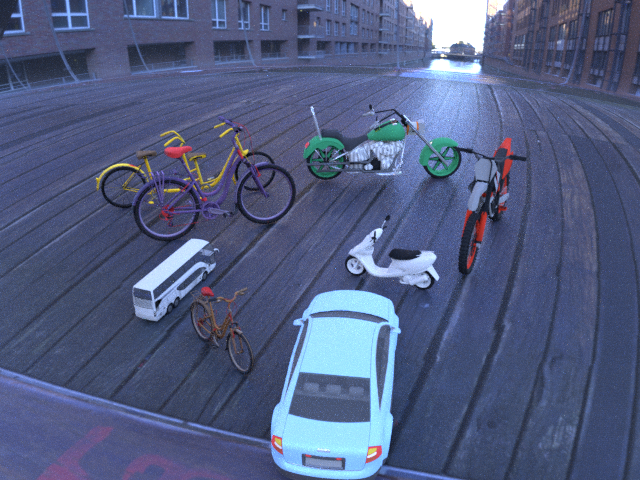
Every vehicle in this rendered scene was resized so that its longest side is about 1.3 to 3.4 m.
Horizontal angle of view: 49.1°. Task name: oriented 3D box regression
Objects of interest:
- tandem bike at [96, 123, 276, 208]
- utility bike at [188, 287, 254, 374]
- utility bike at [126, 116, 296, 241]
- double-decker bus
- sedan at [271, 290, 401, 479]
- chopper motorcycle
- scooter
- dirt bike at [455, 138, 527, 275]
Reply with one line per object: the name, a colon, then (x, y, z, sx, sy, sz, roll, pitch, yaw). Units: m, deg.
tandem bike: (-2.338, -1.326, 12.405, 3.192, 1.326, 0.550, -9, 29, -16)
utility bike: (-1.179, 0.958, 8.428, 0.535, 0.946, 1.435, -21, 34, -34)
utility bike: (-1.744, -1.003, 11.228, 2.791, 1.839, 1.039, -10, 29, -19)
double-decker bus: (-1.979, 0.505, 9.736, 0.389, 0.541, 1.672, 10, 29, 19)
sedan: (0.245, 1.339, 7.703, 1.235, 0.940, 3.137, 4, 28, 7)
chopper motorcycle: (1.198, -1.838, 13.223, 3.040, 1.480, 0.906, -3, 28, -6)
scooter: (1.012, 0.204, 9.906, 1.399, 0.919, 0.662, 11, 29, 20)
dirt bike: (2.615, -0.682, 10.799, 1.024, 1.666, 2.903, 12, 30, 22)
